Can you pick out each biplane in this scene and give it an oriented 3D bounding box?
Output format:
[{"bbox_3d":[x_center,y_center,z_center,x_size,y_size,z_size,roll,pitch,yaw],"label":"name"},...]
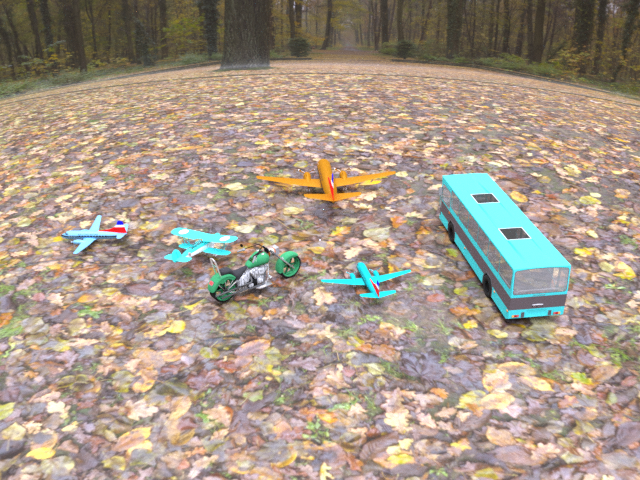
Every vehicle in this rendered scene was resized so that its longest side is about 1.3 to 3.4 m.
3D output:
[{"bbox_3d":[-1.919,0.111,10.914,1.336,0.504,1.090,18,32,30],"label":"biplane"}]

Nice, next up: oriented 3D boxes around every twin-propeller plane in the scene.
[{"bbox_3d":[0.141,-1.204,13.106,2.663,0.792,2.129,-2,28,-5],"label":"twin-propeller plane"},{"bbox_3d":[0.707,0.541,10.200,1.370,0.407,1.095,-6,28,-11],"label":"twin-propeller plane"},{"bbox_3d":[-3.715,-0.132,11.481,1.095,0.407,1.370,0,28,0],"label":"twin-propeller plane"}]

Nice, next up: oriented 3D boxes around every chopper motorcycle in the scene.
[{"bbox_3d":[-0.928,0.385,10.118,1.563,0.761,0.466,-21,34,-34],"label":"chopper motorcycle"}]

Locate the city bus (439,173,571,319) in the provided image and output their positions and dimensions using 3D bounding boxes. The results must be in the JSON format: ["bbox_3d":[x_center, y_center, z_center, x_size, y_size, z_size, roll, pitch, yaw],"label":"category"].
[{"bbox_3d":[2.675,0.014,10.679,0.926,0.894,3.255,-4,28,-7],"label":"city bus"}]
